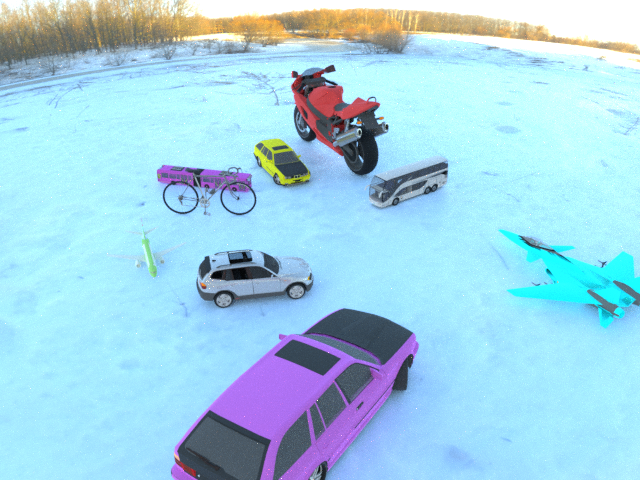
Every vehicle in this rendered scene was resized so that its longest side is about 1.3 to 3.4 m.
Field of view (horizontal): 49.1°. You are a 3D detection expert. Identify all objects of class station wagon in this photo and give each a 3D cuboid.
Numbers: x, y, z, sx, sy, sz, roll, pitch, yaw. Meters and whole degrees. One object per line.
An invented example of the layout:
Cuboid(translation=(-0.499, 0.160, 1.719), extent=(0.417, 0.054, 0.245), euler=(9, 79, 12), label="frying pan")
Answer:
Cuboid(translation=(-0.724, -1.494, 13.083), extent=(0.682, 0.473, 1.597), euler=(-12, 31, -21), label="station wagon")
Cuboid(translation=(-0.085, 1.507, 7.127), extent=(1.327, 0.920, 3.105), euler=(17, 33, 29), label="station wagon")

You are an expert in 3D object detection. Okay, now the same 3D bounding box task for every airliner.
Cuboid(translation=(-2.509, 0.111, 10.193), extent=(1.161, 0.429, 1.307), euler=(-10, 30, -17), label="airliner")

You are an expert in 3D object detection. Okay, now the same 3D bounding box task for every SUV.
Cuboid(translation=(-0.874, 0.454, 9.408), extent=(1.572, 0.580, 0.656), euler=(-6, 29, -11), label="SUV")

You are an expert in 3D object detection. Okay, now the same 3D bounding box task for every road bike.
Cuboid(translation=(-1.811, -0.797, 11.413), extent=(1.545, 0.852, 0.358), euler=(1, 29, 2), label="road bike")

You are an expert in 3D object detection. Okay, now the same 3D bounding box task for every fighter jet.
Cuboid(translation=(3.406, 0.246, 9.813), extent=(2.229, 0.557, 2.640), euler=(-14, 32, -24), label="fighter jet")

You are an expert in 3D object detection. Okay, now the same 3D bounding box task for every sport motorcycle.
Cuboid(translation=(0.252, -2.353, 13.482), extent=(0.983, 1.596, 2.955), euler=(-16, 32, -26), label="sport motorcycle")

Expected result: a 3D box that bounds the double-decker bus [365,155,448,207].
Cuboid(translation=(1.533, -1.011, 12.129), extent=(1.672, 0.541, 0.389), euler=(-20, 34, -32), label="double-decker bus")

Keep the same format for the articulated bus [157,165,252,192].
Cuboid(translation=(-2.072, -1.109, 12.571), extent=(1.749, 0.289, 0.311), euler=(7, 29, 12), label="articulated bus")
